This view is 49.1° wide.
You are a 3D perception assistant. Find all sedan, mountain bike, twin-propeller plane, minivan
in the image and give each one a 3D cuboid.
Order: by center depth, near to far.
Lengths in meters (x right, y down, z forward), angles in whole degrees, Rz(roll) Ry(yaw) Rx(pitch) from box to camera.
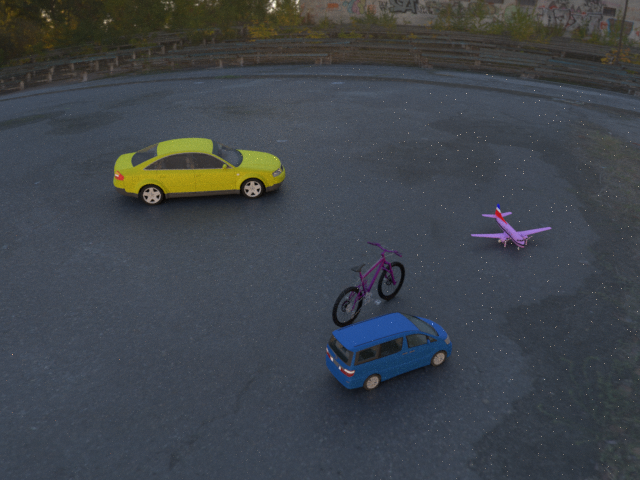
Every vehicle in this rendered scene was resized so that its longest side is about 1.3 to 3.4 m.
[{"bbox_3d":[0.847,1.237,8.294,1.548,0.616,0.681,-14,31,-25],"label":"minivan"},{"bbox_3d":[0.675,0.580,9.287,0.573,0.868,1.469,24,36,38],"label":"mountain bike"},{"bbox_3d":[3.053,-0.206,11.301,1.370,0.407,1.095,-5,28,-10],"label":"twin-propeller plane"},{"bbox_3d":[-2.212,-1.353,12.934,3.137,0.940,1.235,-4,28,-8],"label":"sedan"}]
